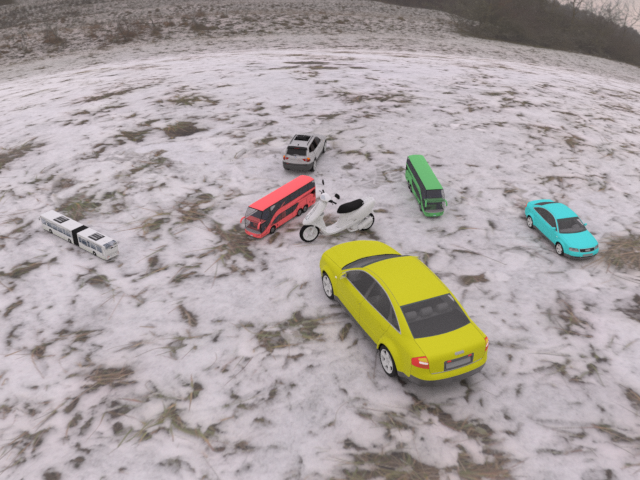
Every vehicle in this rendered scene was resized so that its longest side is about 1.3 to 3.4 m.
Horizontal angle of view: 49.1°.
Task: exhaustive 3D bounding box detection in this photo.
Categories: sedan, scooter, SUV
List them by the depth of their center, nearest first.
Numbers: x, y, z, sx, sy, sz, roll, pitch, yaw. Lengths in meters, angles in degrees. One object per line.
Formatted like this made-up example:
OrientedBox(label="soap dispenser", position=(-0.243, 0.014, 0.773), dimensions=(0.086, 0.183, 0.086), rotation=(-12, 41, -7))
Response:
OrientedBox(label="sedan", position=(0.986, 0.725, 9.257), dimensions=(1.235, 0.940, 3.137), rotation=(-12, 32, -20))
OrientedBox(label="scooter", position=(0.314, -0.473, 11.360), dimensions=(1.399, 0.919, 0.662), rotation=(-12, 32, -20))
OrientedBox(label="sedan", position=(3.926, -0.241, 11.393), dimensions=(0.635, 0.483, 1.613), rotation=(-7, 31, -12))
OrientedBox(label="SUV", position=(-0.301, -1.868, 14.123), dimensions=(0.656, 0.580, 1.572), rotation=(6, 31, 11))

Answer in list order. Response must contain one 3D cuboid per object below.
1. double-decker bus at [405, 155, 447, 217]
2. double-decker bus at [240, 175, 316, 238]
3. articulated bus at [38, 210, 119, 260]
OrientedBox(label="double-decker bus", position=(1.884, -0.979, 12.617), dimensions=(0.389, 0.541, 1.672), rotation=(-3, 30, -6))
OrientedBox(label="double-decker bus", position=(-0.670, -0.566, 11.900), dimensions=(0.389, 0.541, 1.672), rotation=(19, 35, 30))
OrientedBox(label="articulated bus", position=(-3.916, -0.095, 11.334), dimensions=(1.749, 0.289, 0.311), rotation=(21, 36, 32))
